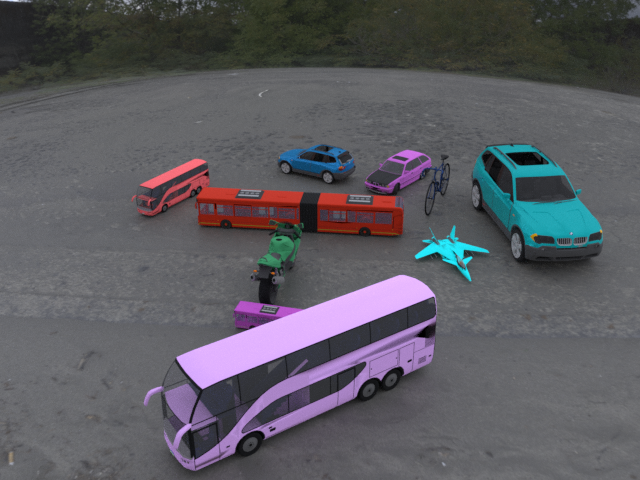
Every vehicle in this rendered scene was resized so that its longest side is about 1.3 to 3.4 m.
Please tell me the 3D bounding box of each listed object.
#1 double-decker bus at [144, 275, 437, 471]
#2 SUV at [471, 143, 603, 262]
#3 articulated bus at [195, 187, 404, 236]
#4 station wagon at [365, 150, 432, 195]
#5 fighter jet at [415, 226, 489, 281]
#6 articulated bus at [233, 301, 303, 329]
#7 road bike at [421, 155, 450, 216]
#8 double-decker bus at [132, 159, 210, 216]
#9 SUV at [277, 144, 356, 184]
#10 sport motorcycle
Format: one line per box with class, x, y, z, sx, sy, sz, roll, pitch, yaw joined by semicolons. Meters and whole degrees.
double-decker bus;-0.165;1.329;7.362;3.251;1.052;0.756;-17;32;-30
SUV;3.396;-0.682;11.245;1.276;1.128;3.058;-3;27;-6
articulated bus;-0.343;-0.471;11.457;3.401;0.561;0.605;3;27;6
station wagon;1.486;-1.315;13.218;0.682;0.473;1.597;19;33;33
fighter jet;2.013;0.201;10.435;1.147;0.286;1.358;-4;27;-9
articulated bus;-0.232;1.041;8.775;1.749;0.289;0.311;7;28;13
road bike;2.065;-1.015;12.208;0.358;0.852;1.545;11;29;21
double-decker bus;-2.597;-0.931;12.387;0.389;0.541;1.672;15;30;27
SUV;-0.077;-1.545;13.555;1.572;0.580;0.656;16;31;28
sport motorcycle;-0.568;0.279;9.690;0.506;0.821;1.520;6;28;12
